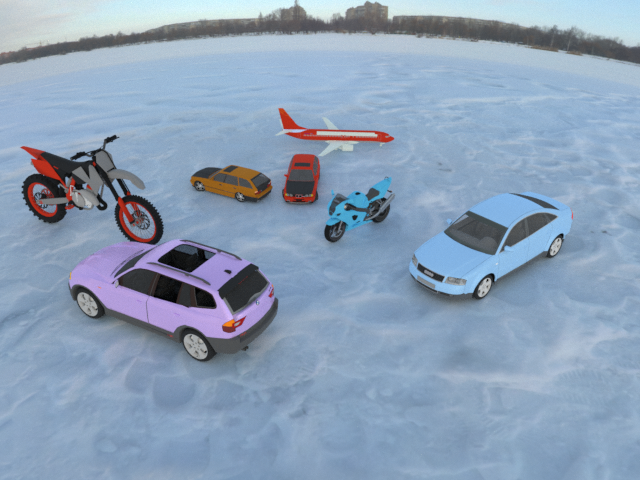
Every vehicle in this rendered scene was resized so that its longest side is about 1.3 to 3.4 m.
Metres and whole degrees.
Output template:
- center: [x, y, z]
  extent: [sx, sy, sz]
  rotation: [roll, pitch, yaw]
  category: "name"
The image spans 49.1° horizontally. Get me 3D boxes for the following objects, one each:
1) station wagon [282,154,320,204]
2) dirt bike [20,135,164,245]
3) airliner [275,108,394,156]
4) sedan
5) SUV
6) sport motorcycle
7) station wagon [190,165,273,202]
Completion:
- center: [-0.336, -1.206, 13.305]
  extent: [0.682, 0.473, 1.597]
  rotation: [2, 30, 3]
  category: "station wagon"
- center: [-3.813, -0.834, 11.466]
  extent: [2.903, 1.666, 1.024]
  rotation: [13, 32, 21]
  category: "dirt bike"
- center: [0.337, -2.416, 15.041]
  extent: [2.541, 0.835, 2.257]
  rotation: [1, 30, 2]
  category: "airliner"
- center: [2.702, -0.059, 10.851]
  extent: [3.137, 0.940, 1.235]
  rotation: [-23, 37, -34]
  category: "sedan"
- center: [-2.050, 0.596, 9.525]
  extent: [3.058, 1.128, 1.276]
  rotation: [16, 34, 25]
  category: "SUV"
- center: [0.651, -0.517, 11.763]
  extent: [1.520, 0.821, 0.506]
  rotation: [-24, 38, -35]
  category: "sport motorcycle"
- center: [-1.696, -1.134, 13.181]
  extent: [1.597, 0.473, 0.682]
  rotation: [15, 33, 24]
  category: "station wagon"
